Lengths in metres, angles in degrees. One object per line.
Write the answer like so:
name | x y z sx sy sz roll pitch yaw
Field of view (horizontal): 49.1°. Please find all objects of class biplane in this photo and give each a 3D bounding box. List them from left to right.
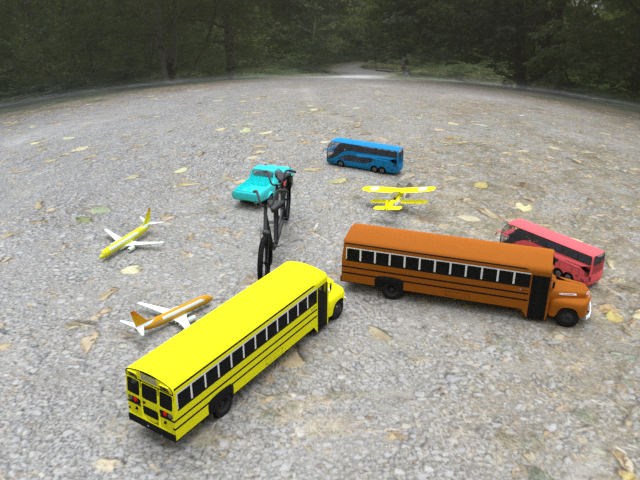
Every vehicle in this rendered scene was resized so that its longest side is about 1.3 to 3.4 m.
biplane | 1.311 -0.711 12.262 1.336 0.504 1.090 11 28 22

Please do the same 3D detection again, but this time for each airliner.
airliner | -3.055 -0.098 11.080 1.161 0.429 1.307 12 28 23
airliner | -1.897 0.874 9.066 1.161 0.429 1.307 22 33 37

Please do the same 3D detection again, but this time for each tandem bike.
tandem bike | -0.672 -0.446 10.770 0.550 1.326 3.192 2 26 4

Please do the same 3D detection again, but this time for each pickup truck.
pickup truck | -1.038 -1.091 13.043 0.640 0.511 1.603 9 27 19

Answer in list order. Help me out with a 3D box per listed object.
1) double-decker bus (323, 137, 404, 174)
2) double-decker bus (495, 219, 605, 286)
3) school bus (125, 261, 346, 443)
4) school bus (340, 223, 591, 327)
double-decker bus | 0.886 -1.735 14.342 1.672 0.541 0.389 12 28 24
double-decker bus | 3.398 0.151 10.436 0.389 0.541 1.672 -19 32 -34
school bus | -0.780 1.080 8.163 0.709 0.844 3.322 16 30 30
school bus | 1.959 0.433 9.504 3.322 0.844 0.709 8 27 16
